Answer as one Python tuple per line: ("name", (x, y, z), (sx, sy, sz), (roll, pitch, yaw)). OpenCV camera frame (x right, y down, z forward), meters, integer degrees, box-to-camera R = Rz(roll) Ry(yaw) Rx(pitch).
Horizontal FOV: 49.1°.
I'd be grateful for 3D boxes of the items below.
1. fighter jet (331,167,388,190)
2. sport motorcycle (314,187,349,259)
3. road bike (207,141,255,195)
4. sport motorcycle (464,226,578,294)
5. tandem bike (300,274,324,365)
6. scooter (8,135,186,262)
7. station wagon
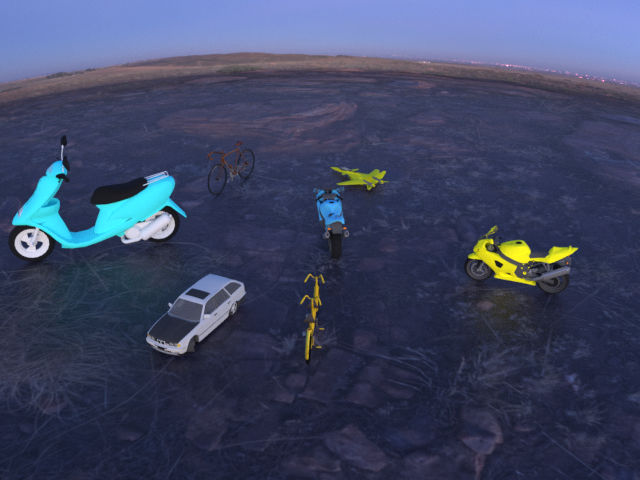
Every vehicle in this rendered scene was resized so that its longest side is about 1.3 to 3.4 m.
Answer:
("fighter jet", (0.688, -1.355, 13.975), (1.147, 0.286, 1.358), (-23, 35, -38))
("sport motorcycle", (0.188, -0.319, 11.342), (0.506, 0.821, 1.520), (-3, 27, -6))
("road bike", (-1.703, -1.444, 13.526), (0.358, 0.852, 1.545), (14, 30, 26))
("sport motorcycle", (2.860, 0.317, 10.089), (1.520, 0.821, 0.506), (9, 28, 18))
("tandem bike", (-0.094, 0.935, 9.023), (0.283, 0.682, 1.642), (2, 27, 4))
("scooter", (-3.493, -0.631, 10.889), (2.721, 1.786, 1.288), (-9, 28, -17))
("station wagon", (-1.624, 0.926, 9.271), (0.682, 0.473, 1.597), (13, 30, 23))
